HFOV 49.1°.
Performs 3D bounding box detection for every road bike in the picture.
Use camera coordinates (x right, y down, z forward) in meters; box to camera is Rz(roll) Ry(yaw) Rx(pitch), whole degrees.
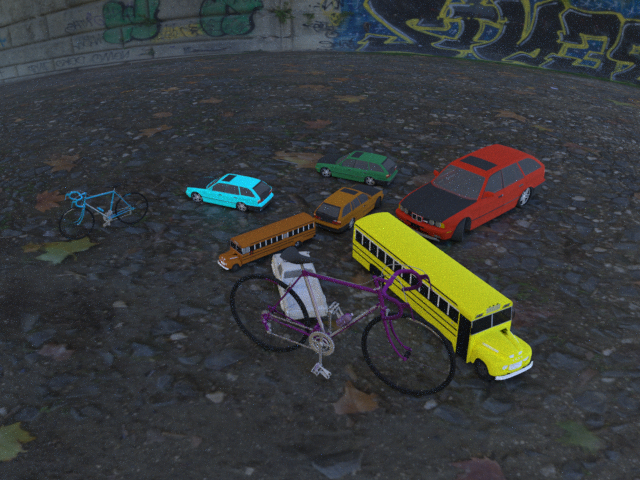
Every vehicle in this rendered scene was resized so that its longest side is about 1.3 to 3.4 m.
[{"bbox_3d":[-3.610,-0.520,11.682,1.545,0.852,0.358,-19,35,-30],"label":"road bike"},{"bbox_3d":[0.186,0.920,8.373,3.004,1.656,0.696,14,33,22],"label":"road bike"}]

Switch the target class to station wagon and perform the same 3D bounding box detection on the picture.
[{"bbox_3d":[-1.670,-0.926,12.766,1.597,0.473,0.682,12,32,19],"label":"station wagon"},{"bbox_3d":[2.695,-0.927,12.321,3.105,0.920,1.327,-25,38,-36],"label":"station wagon"},{"bbox_3d":[0.529,-0.658,12.301,0.682,0.473,1.597,18,35,29],"label":"station wagon"},{"bbox_3d":[0.696,-1.464,13.702,1.597,0.473,0.682,13,32,21],"label":"station wagon"}]

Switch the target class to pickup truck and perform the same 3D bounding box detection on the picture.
[{"bbox_3d":[-0.313,0.602,10.075,0.640,0.511,1.603,-5,30,-9],"label":"pickup truck"}]

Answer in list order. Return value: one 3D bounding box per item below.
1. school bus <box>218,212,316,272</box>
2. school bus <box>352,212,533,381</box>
[{"bbox_3d":[-0.843,0.024,11.156,1.708,0.434,0.365,-21,36,-32],"label":"school bus"},{"bbox_3d":[1.588,0.677,9.610,0.709,0.844,3.322,-16,33,-25],"label":"school bus"}]
